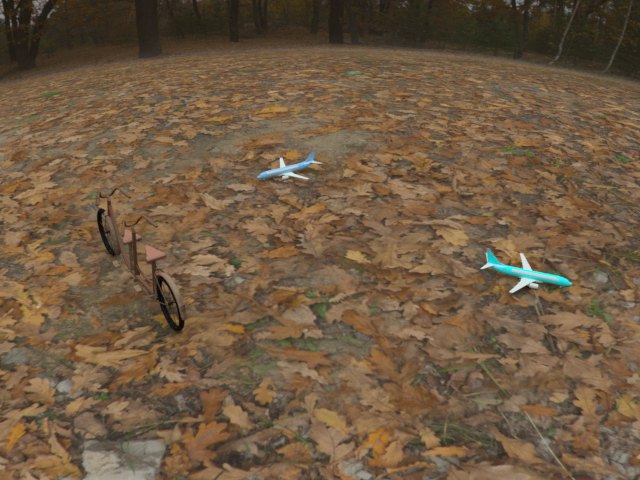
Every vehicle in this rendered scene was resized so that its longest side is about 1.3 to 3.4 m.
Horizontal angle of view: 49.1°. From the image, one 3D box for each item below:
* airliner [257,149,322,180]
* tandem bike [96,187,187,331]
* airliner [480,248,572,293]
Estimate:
[{"bbox_3d":[-0.637,-1.461,13.665,1.307,0.429,1.161,-16,33,-25],"label":"airliner"},{"bbox_3d":[-2.640,0.143,9.971,0.550,1.326,3.192,-19,35,-30],"label":"tandem bike"},{"bbox_3d":[3.076,0.424,10.381,1.307,0.429,1.161,11,32,18],"label":"airliner"}]
